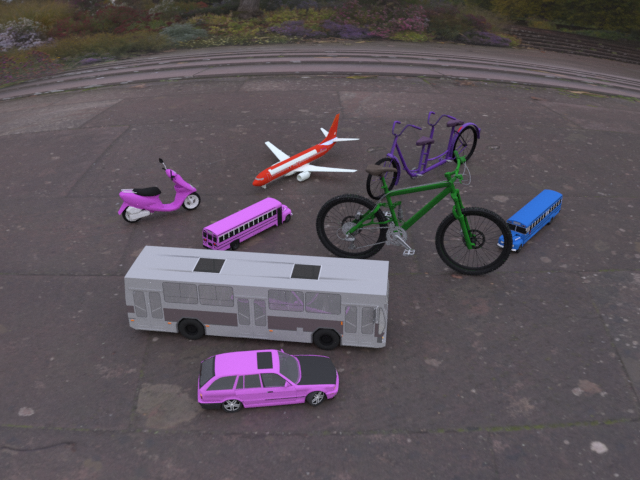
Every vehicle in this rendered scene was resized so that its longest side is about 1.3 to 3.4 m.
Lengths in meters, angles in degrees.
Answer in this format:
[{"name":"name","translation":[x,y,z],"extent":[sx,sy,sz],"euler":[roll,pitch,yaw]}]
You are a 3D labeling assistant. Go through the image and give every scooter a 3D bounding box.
[{"name":"scooter","translation":[-2.675,-0.800,11.616],"extent":[1.399,0.919,0.662],"euler":[-14,33,-24]}]

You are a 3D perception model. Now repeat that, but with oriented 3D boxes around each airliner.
[{"name":"airliner","translation":[-0.392,-1.676,13.244],"extent":[2.257,0.835,2.541],"euler":[22,36,34]}]

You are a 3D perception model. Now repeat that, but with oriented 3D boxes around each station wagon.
[{"name":"station wagon","translation":[-0.583,1.542,7.940],"extent":[1.597,0.473,0.682],"euler":[-3,30,-6]}]

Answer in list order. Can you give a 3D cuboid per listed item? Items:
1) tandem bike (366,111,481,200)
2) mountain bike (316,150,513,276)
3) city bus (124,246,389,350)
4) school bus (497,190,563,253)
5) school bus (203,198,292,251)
[{"name":"tandem bike","translation":[1.975,-1.701,12.792],"extent":[3.192,1.326,0.550],"euler":[-24,38,-36]},{"name":"mountain bike","translation":[1.328,-0.335,10.016],"extent":[2.857,1.688,1.114],"euler":[7,30,12]},{"name":"city bus","translation":[-0.763,0.744,8.920],"extent":[3.255,0.894,0.926],"euler":[3,30,6]},{"name":"school bus","translation":[3.385,-0.317,11.255],"extent":[0.365,0.434,1.708],"euler":[22,36,33]},{"name":"school bus","translation":[-1.116,-0.272,11.175],"extent":[0.365,0.434,1.708],"euler":[23,37,35]}]
